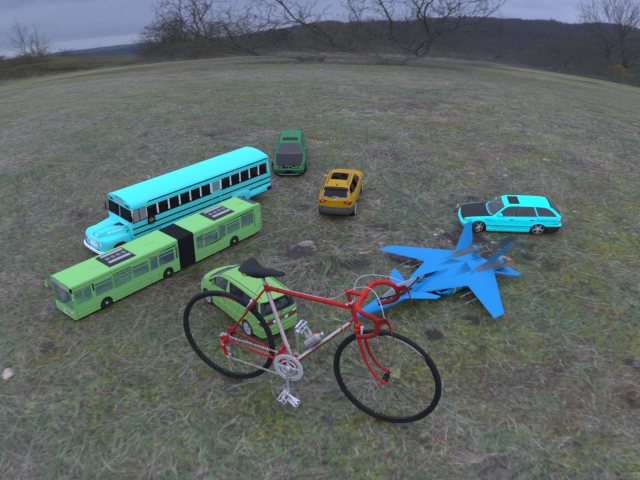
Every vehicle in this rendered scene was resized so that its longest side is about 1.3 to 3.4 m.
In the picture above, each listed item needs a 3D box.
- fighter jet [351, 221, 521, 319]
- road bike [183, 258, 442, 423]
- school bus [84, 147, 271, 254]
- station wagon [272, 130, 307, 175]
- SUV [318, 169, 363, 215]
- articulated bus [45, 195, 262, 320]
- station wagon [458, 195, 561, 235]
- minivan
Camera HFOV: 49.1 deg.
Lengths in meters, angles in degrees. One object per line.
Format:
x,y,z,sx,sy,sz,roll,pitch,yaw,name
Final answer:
1.455,0.477,9.525,2.640,0.557,2.229,-20,34,-32,fighter jet
-0.174,1.021,7.376,3.004,1.656,0.696,11,31,20,road bike
-2.236,-0.656,11.309,0.709,0.844,3.322,25,37,38,school bus
-0.579,-1.748,13.704,0.682,0.473,1.597,0,29,0,station wagon
0.371,-0.920,12.071,0.656,0.580,1.572,5,29,9,SUV
-2.224,0.163,10.098,0.605,0.561,3.401,23,36,36,articulated bus
3.050,-0.440,11.298,1.597,0.473,0.682,2,29,4,station wagon
-0.963,0.681,9.090,0.681,0.616,1.548,-21,35,-34,minivan
